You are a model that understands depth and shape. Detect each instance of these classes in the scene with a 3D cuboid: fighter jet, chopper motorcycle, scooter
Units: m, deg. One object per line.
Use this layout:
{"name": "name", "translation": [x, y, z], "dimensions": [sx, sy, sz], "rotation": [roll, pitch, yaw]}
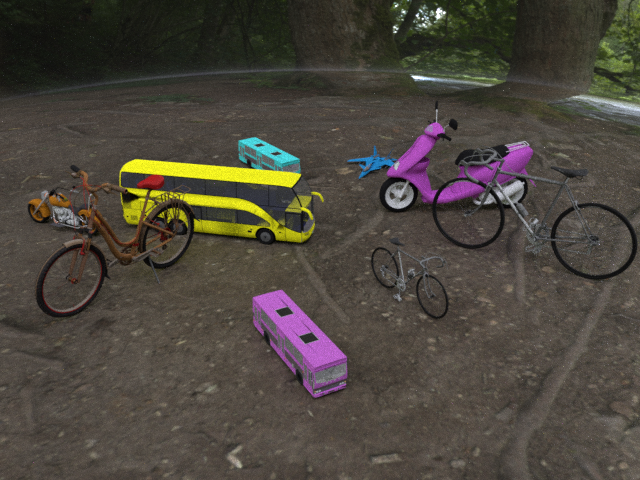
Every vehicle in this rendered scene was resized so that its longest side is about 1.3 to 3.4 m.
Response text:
{"name": "fighter jet", "translation": [1.041, -1.530, 13.955], "dimensions": [1.147, 0.286, 1.358], "rotation": [12, 29, 23]}
{"name": "chopper motorcycle", "translation": [-4.180, -0.533, 11.400], "dimensions": [1.563, 0.761, 0.466], "rotation": [13, 29, 24]}
{"name": "scooter", "translation": [2.370, -1.337, 11.870], "dimensions": [2.721, 1.786, 1.288], "rotation": [-2, 26, -5]}

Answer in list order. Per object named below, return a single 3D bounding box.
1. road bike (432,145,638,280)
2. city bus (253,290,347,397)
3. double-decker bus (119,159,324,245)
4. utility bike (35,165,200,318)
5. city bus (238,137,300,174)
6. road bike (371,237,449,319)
{"name": "road bike", "translation": [3.038, -0.411, 10.141], "dimensions": [3.004, 1.656, 0.696], "rotation": [15, 30, 28]}
{"name": "city bus", "translation": [-0.274, 1.193, 8.243], "dimensions": [0.476, 0.460, 1.674], "rotation": [-13, 29, -25]}
{"name": "double-decker bus", "translation": [-1.603, -0.623, 11.253], "dimensions": [3.251, 1.052, 0.756], "rotation": [6, 27, 12]}
{"name": "utility bike", "translation": [-2.573, -0.126, 9.358], "dimensions": [1.039, 1.839, 2.791], "rotation": [18, 31, 32]}
{"name": "city bus", "translation": [-1.022, -1.571, 13.843], "dimensions": [0.476, 0.460, 1.674], "rotation": [-17, 31, -31]}
{"name": "road bike", "translation": [1.172, 0.444, 9.318], "dimensions": [0.358, 0.852, 1.545], "rotation": [-17, 31, -31]}
